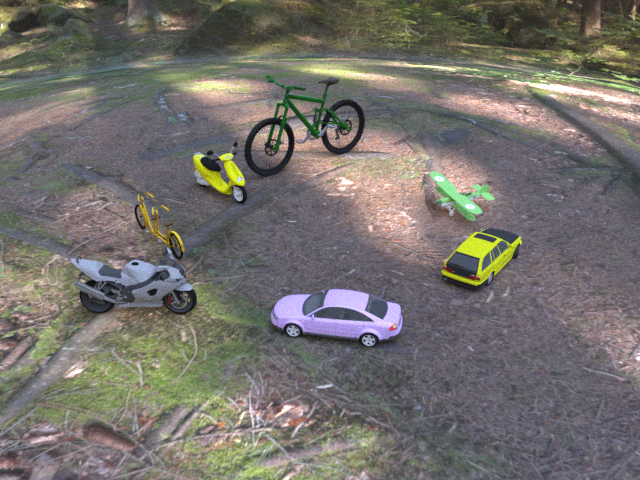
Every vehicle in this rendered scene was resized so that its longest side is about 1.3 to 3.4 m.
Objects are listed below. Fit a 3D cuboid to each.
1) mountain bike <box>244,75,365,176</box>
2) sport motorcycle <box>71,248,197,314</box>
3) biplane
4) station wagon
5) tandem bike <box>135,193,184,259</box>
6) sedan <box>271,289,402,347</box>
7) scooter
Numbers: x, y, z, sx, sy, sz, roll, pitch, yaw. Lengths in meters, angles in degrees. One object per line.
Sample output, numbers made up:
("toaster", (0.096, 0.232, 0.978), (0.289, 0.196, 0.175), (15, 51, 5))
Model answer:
("mountain bike", (-0.230, -2.225, 13.123), (2.857, 1.688, 1.114), (-21, 34, -34))
("sport motorcycle", (-2.316, 0.562, 8.781), (1.520, 0.821, 0.506), (1, 28, 2))
("biplane", (2.332, -0.684, 11.475), (1.090, 0.504, 1.336), (-12, 30, -22))
("station wagon", (2.332, 0.159, 9.915), (0.682, 0.473, 1.597), (19, 33, 31))
("tandem bike", (-2.438, -0.254, 10.473), (0.283, 0.682, 1.642), (-19, 34, -32))
("sedan", (0.196, 0.885, 8.531), (1.613, 0.483, 0.635), (6, 28, 10))
("scooter", (-1.746, -1.211, 12.029), (1.399, 0.919, 0.662), (24, 36, 37))
